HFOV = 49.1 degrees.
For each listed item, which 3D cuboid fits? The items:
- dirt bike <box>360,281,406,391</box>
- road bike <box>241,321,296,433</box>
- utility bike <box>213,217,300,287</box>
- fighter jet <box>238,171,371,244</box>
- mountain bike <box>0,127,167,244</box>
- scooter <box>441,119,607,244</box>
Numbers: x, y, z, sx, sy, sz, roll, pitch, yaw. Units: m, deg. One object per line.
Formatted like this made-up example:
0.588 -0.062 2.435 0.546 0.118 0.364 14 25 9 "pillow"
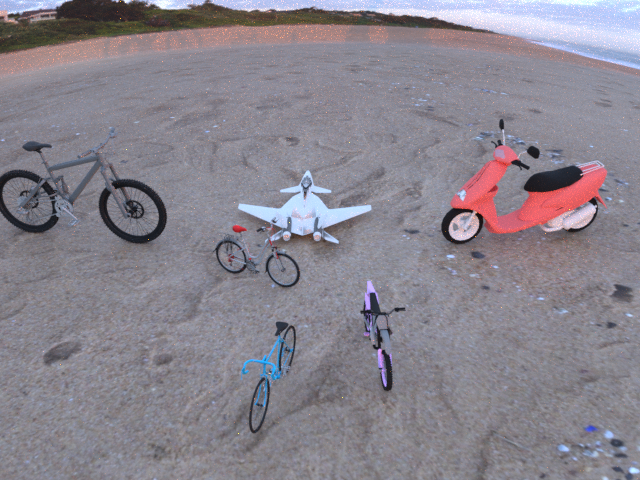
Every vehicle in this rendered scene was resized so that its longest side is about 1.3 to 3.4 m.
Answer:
0.702 1.079 8.394 0.527 0.857 1.493 -4 30 -6 "dirt bike"
-0.513 1.424 7.810 0.358 0.852 1.545 8 31 14 "road bike"
-0.899 0.124 9.939 1.435 0.946 0.535 14 33 22 "utility bike"
-0.251 -0.777 11.866 2.229 0.557 2.640 1 30 1 "fighter jet"
-3.747 -0.774 10.741 2.857 1.688 1.114 6 31 9 "mountain bike"
3.207 -0.825 10.731 2.721 1.786 1.288 -6 31 -10 "scooter"
